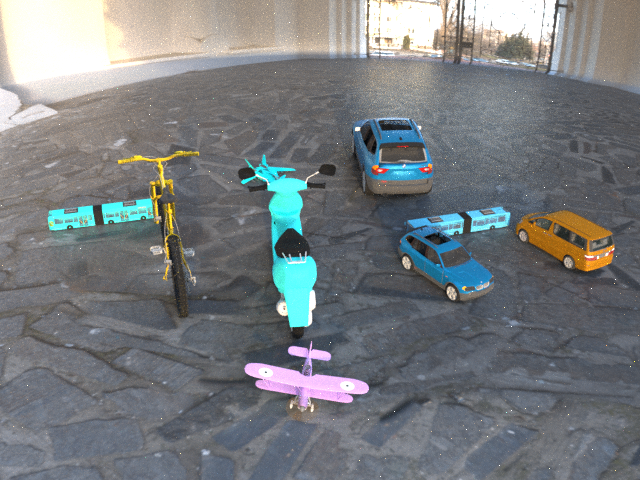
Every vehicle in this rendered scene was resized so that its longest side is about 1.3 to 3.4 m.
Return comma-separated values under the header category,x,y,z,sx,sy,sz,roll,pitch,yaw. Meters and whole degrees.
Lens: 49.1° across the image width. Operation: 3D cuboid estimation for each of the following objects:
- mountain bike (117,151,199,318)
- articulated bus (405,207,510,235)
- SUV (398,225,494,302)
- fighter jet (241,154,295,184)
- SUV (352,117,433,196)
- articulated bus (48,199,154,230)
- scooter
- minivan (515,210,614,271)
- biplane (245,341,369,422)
category,x,y,z,sx,sy,sz,roll,pitch,yaw
mountain bike,-2.095,-0.196,9.692,1.114,1.688,2.857,-8,30,-15
articulated bus,2.226,-0.265,11.277,1.749,0.289,0.311,-9,30,-15
SUV,1.771,0.295,9.949,0.656,0.580,1.572,-17,33,-28
fighter jet,-0.896,-1.216,13.021,1.147,0.286,1.358,-18,33,-29
SUV,1.325,-1.772,13.161,1.276,1.128,3.058,-2,29,-3
articulated bus,-3.558,-0.426,11.572,1.749,0.289,0.311,-8,30,-15
scooter,-0.394,-0.031,9.286,1.288,1.786,2.721,-3,29,-6
minivan,3.681,-0.091,10.618,0.681,0.616,1.548,-15,32,-25
biplane,-0.131,1.537,7.753,1.336,0.504,1.090,2,29,3
